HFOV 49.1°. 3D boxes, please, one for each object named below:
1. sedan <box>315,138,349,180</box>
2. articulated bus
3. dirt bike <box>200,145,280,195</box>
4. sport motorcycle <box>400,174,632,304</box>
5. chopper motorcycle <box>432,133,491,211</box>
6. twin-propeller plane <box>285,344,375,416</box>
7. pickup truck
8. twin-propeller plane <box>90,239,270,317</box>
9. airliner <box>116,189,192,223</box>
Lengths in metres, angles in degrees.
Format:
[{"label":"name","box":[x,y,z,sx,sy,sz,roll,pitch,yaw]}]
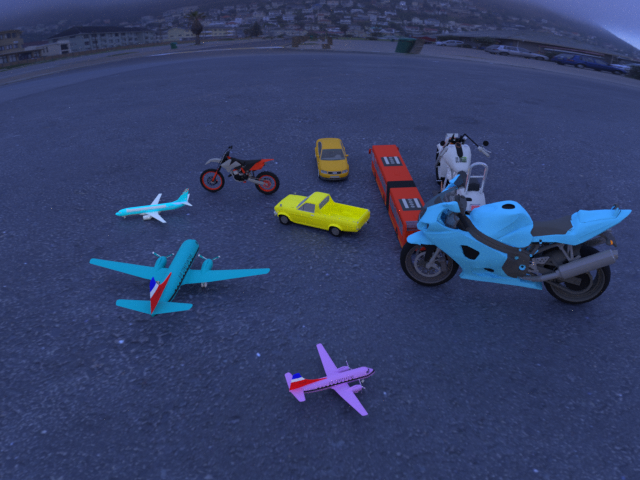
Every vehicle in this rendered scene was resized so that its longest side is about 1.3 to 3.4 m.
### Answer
[{"label":"sedan","box":[0.231,-1.674,13.972,0.635,0.483,1.613,-2,29,-3]},{"label":"articulated bus","box":[1.403,-0.839,12.401,0.605,0.561,3.401,-2,29,-4]},{"label":"dirt bike","box":[-1.484,-1.240,12.814,1.493,0.857,0.527,3,29,5]},{"label":"sport motorcycle","box":[2.606,0.071,9.719,2.955,1.596,0.983,6,30,11]},{"label":"chopper motorcycle","box":[2.389,-1.188,12.085,0.906,1.480,3.040,0,29,-1]},{"label":"twin-propeller plane","box":[0.153,1.608,8.193,1.095,0.407,1.370,-11,31,-19]},{"label":"pickup truck","box":[0.027,-0.489,11.828,1.603,0.511,0.640,13,32,22]},{"label":"twin-propeller plane","box":[-2.063,0.412,9.934,2.663,0.792,2.129,3,29,5]},{"label":"airliner","box":[-2.897,-0.631,12.165,1.307,0.429,1.161,-7,30,-13]}]
